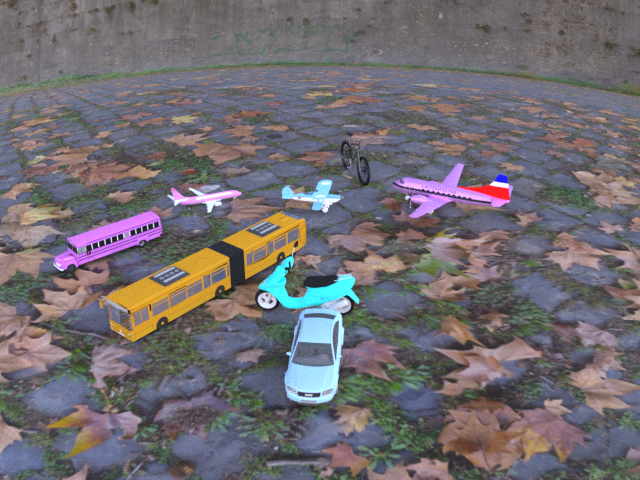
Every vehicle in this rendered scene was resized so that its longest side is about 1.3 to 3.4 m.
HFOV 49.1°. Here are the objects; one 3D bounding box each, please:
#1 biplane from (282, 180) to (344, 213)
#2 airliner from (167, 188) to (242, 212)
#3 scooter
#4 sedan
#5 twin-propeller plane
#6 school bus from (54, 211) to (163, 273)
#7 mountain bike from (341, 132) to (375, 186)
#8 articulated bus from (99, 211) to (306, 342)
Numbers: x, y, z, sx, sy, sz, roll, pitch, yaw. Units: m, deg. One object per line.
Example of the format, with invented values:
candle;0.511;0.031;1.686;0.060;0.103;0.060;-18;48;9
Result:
biplane;-0.120;-0.761;12.219;1.090;0.504;1.336;3;28;6
airliner;-2.014;-0.828;12.429;1.307;0.429;1.161;-13;30;-23
scooter;-0.181;0.564;9.220;1.399;0.919;0.662;3;28;6
sedan;-0.051;1.303;8.270;0.635;0.483;1.613;2;28;5
twin-propeller plane;2.254;-0.921;12.216;2.129;0.792;2.663;13;30;24
school bus;-3.262;0.021;10.790;1.708;0.434;0.365;-23;35;-37
mountain bike;0.672;-1.635;13.507;0.573;0.868;1.469;-9;29;-16
articulated bus;-1.473;0.412;9.900;0.605;0.561;3.401;21;34;34
